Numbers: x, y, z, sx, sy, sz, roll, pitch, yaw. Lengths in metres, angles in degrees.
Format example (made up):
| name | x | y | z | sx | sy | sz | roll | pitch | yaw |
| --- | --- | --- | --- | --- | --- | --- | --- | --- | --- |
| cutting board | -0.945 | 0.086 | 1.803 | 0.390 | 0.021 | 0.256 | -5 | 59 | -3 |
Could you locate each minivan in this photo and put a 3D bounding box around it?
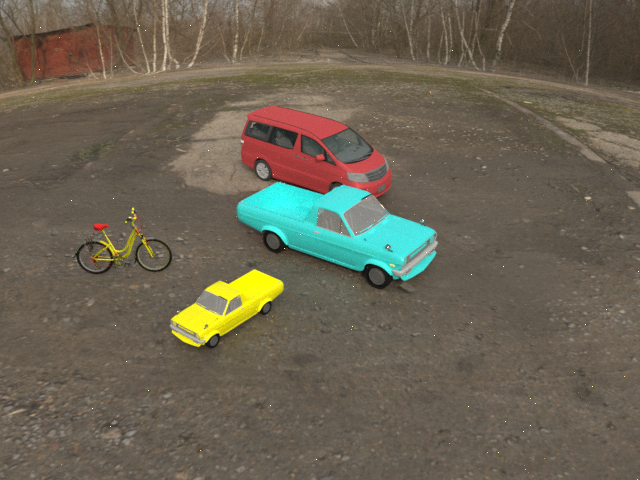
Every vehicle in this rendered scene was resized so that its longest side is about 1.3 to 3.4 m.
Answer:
| name | x | y | z | sx | sy | sz | roll | pitch | yaw |
| --- | --- | --- | --- | --- | --- | --- | --- | --- | --- |
| minivan | -0.089 | -1.623 | 13.073 | 3.011 | 1.197 | 1.324 | 20 | 34 | 33 |

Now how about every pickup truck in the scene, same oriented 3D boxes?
| name | x | y | z | sx | sy | sz | roll | pitch | yaw |
| --- | --- | --- | --- | --- | --- | --- | --- | --- | --- |
| pickup truck | -1.189 | 0.825 | 9.148 | 0.640 | 0.511 | 1.603 | 20 | 34 | 34 |
| pickup truck | 0.216 | -0.263 | 10.701 | 3.117 | 0.993 | 1.244 | 18 | 33 | 31 |

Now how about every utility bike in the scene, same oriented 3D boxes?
| name | x | y | z | sx | sy | sz | roll | pitch | yaw |
| --- | --- | --- | --- | --- | --- | --- | --- | --- | --- |
| utility bike | -2.888 | 0.034 | 10.187 | 1.435 | 0.946 | 0.535 | -2 | 28 | -3 |
